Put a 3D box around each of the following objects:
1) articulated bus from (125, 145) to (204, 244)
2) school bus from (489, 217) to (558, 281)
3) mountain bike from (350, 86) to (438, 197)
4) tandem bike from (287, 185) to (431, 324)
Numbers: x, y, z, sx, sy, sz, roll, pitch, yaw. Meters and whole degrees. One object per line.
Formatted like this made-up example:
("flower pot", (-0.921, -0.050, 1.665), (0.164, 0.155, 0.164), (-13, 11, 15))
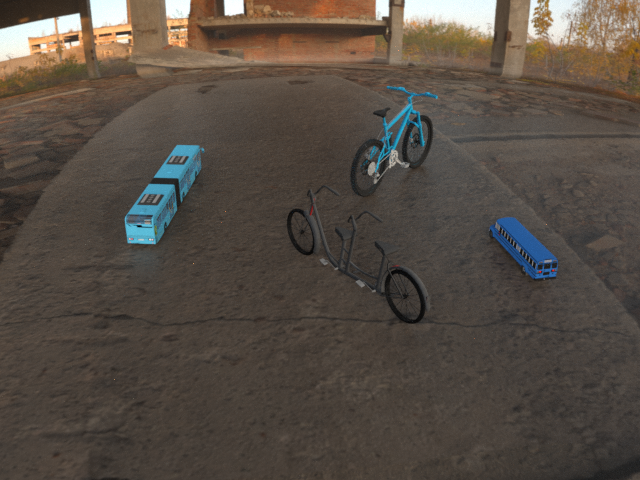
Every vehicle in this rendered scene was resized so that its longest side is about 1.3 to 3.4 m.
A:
("articulated bus", (-2.769, -0.915, 12.760), (0.605, 0.561, 3.401), (2, 28, 4))
("school bus", (3.156, 0.084, 11.017), (0.365, 0.434, 1.708), (-6, 29, -10))
("mountain bike", (1.455, -1.929, 13.465), (1.114, 1.688, 2.857), (20, 34, 33))
("tandem bike", (0.442, 0.092, 10.053), (0.550, 1.326, 3.192), (-20, 34, -32))
